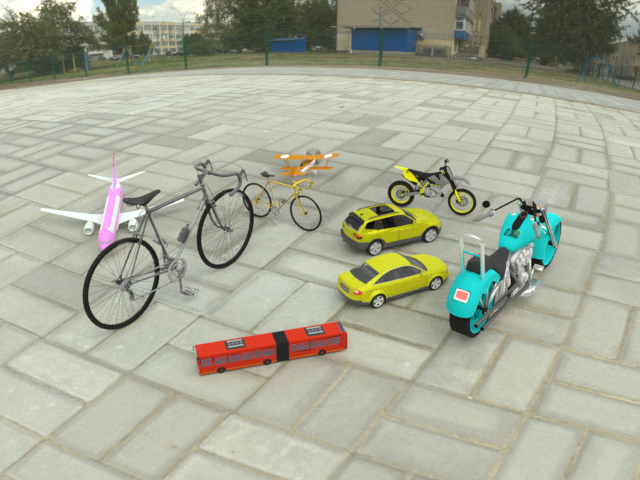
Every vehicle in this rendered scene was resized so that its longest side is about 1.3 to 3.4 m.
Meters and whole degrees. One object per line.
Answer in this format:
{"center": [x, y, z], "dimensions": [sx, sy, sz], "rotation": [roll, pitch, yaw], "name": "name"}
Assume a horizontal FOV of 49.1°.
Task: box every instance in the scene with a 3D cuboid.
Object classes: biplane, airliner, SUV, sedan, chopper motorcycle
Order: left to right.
{"center": [-3.309, -0.617, 11.042], "dimensions": [2.257, 0.835, 2.541], "rotation": [-5, 27, -9], "name": "airliner"}
{"center": [-0.324, -1.357, 12.867], "dimensions": [1.336, 0.504, 1.090], "rotation": [11, 29, 20], "name": "biplane"}
{"center": [1.087, -0.239, 10.578], "dimensions": [1.572, 0.580, 0.656], "rotation": [-13, 29, -23], "name": "SUV"}
{"center": [1.001, 0.449, 9.328], "dimensions": [1.613, 0.483, 0.635], "rotation": [-14, 30, -25], "name": "sedan"}
{"center": [2.468, 0.109, 8.898], "dimensions": [0.906, 1.480, 3.040], "rotation": [19, 32, 32], "name": "chopper motorcycle"}

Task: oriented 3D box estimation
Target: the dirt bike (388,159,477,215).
{"center": [1.845, -0.875, 11.526], "dimensions": [1.493, 0.857, 0.527], "rotation": [10, 29, 19], "name": "dirt bike"}

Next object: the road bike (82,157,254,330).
{"center": [-1.836, -0.034, 8.985], "dimensions": [0.696, 1.656, 3.004], "rotation": [18, 32, 31], "name": "road bike"}

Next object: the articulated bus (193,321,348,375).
{"center": [-0.551, 1.230, 8.004], "dimensions": [1.749, 0.289, 0.311], "rotation": [-8, 28, -15], "name": "articulated bus"}

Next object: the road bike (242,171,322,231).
{"center": [-0.624, -0.643, 11.076], "dimensions": [1.545, 0.852, 0.358], "rotation": [16, 31, 29], "name": "road bike"}
